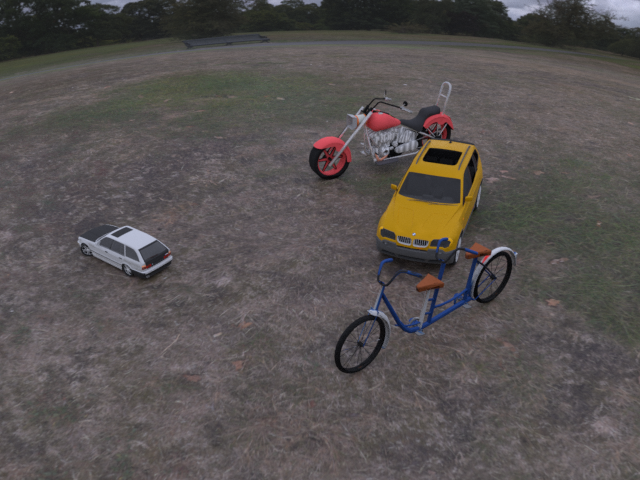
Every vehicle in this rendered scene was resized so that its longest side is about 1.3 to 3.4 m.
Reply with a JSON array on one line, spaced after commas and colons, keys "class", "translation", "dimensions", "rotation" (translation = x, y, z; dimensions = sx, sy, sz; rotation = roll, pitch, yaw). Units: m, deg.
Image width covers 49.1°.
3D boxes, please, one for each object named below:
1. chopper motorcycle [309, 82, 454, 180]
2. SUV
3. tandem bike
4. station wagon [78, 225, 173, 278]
[{"class": "chopper motorcycle", "translation": [1.207, -2.069, 13.161], "dimensions": [3.040, 1.480, 0.906], "rotation": [-14, 33, -22]}, {"class": "SUV", "translation": [1.827, -0.706, 11.156], "dimensions": [1.276, 1.128, 3.058], "rotation": [10, 32, 17]}, {"class": "tandem bike", "translation": [1.430, 0.616, 8.675], "dimensions": [3.192, 1.326, 0.550], "rotation": [-21, 36, -32]}, {"class": "station wagon", "translation": [-2.951, 0.072, 10.466], "dimensions": [1.597, 0.473, 0.682], "rotation": [20, 36, 31]}]
